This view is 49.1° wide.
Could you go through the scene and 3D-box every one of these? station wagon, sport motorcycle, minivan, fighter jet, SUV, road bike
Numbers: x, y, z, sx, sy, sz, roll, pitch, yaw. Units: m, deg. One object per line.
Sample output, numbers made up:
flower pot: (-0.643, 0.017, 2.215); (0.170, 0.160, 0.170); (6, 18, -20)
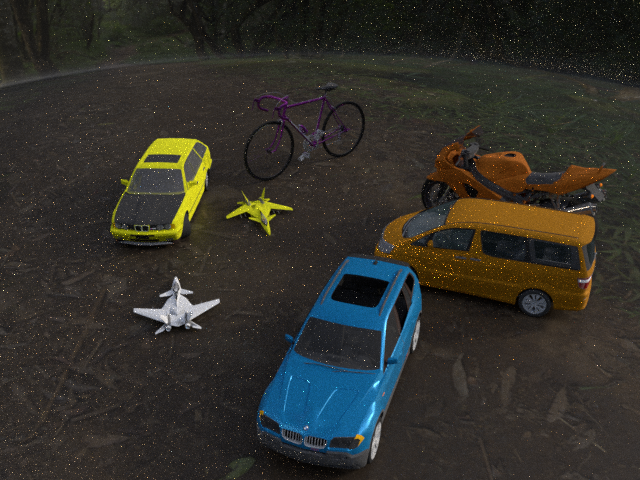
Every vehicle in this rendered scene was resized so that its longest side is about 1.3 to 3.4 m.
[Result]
station wagon: (-2.677, -0.957, 12.043); (1.327, 0.920, 3.105); (1, 29, 2)
sport motorcycle: (2.973, -0.767, 10.997); (2.955, 1.596, 0.983); (17, 33, 28)
minivan: (2.267, 0.107, 9.823); (3.011, 1.197, 1.324); (11, 31, 19)
fighter jet: (-0.997, -0.470, 11.815); (1.147, 0.286, 1.358); (-8, 30, -14)
SUV: (0.332, 1.199, 7.911); (1.276, 1.128, 3.058); (10, 30, 17)
road bike: (-0.233, -2.156, 13.459); (3.004, 1.656, 0.696); (-22, 36, -34)
fighter jet: (-1.960, 0.776, 9.552); (1.147, 0.286, 1.358); (-6, 29, -10)
